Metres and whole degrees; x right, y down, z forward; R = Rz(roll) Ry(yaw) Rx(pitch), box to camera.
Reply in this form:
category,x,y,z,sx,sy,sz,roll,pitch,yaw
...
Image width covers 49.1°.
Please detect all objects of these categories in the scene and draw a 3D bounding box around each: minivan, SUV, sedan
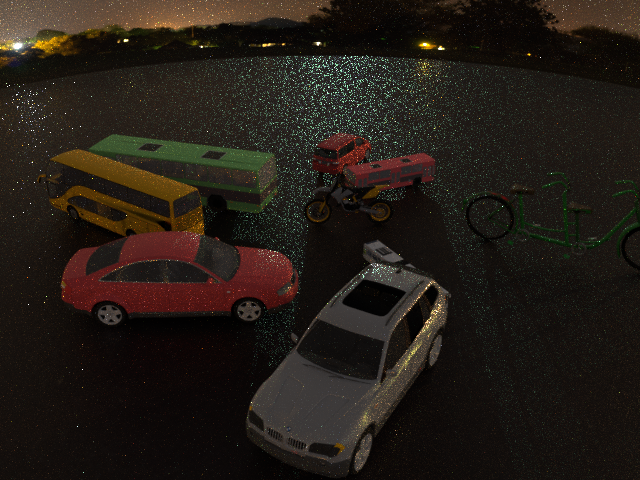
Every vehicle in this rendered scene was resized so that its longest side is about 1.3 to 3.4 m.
category,x,y,z,sx,sy,sz,roll,pitch,yaw
minivan,0.460,-1.770,13.804,0.681,0.616,1.548,16,32,26
SUV,0.412,1.252,7.755,1.276,1.128,3.058,16,32,26
sedan,-1.861,0.438,9.437,3.137,0.940,1.235,-1,29,-2

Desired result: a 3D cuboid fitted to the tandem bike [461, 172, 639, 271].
category,x,y,z,sx,sy,sz,roll,pitch,yaw
tandem bike,3.701,-0.360,10.493,3.192,1.326,0.550,13,31,23

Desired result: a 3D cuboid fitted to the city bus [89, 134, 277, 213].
category,x,y,z,sx,sy,sz,roll,pitch,yaw
city bus,-2.422,-1.158,12.398,3.255,0.894,0.926,9,30,15

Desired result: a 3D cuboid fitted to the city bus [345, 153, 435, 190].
category,x,y,z,sx,sy,sz,roll,pitch,yaw
city bus,1.305,-1.204,12.933,1.674,0.460,0.476,-12,31,-21

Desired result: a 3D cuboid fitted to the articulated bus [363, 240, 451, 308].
category,x,y,z,sx,sy,sz,roll,pitch,yaw
articulated bus,1.198,0.493,10.015,0.311,0.289,1.749,-16,32,-26

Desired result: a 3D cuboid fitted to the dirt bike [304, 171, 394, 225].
category,x,y,z,sx,sy,sz,roll,pitch,yaw
dirt bike,0.481,-0.637,11.486,1.493,0.857,0.527,-1,29,-1

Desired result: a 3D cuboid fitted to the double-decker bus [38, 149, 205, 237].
category,x,y,z,sx,sy,sz,roll,pitch,yaw
double-decker bus,-3.258,-0.669,11.341,3.251,1.052,0.756,19,34,31
